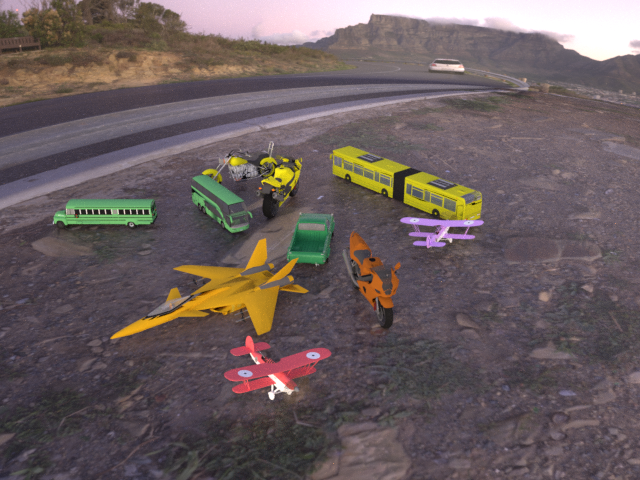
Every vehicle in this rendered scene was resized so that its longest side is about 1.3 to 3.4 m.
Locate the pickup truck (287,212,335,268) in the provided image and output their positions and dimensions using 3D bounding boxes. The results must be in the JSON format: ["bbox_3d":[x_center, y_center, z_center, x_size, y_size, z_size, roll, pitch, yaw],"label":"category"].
[{"bbox_3d":[-0.125,-0.070,10.910,0.640,0.511,1.603,2,26,5],"label":"pickup truck"}]

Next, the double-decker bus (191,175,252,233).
[{"bbox_3d":[-1.725,-0.622,12.030,0.389,0.541,1.672,-16,30,-29],"label":"double-decker bus"}]

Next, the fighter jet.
[{"bbox_3d":[-1.535,0.700,9.244,2.640,0.557,2.229,-19,31,-34],"label":"fighter jet"}]

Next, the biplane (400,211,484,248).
[{"bbox_3d":[1.836,-0.102,10.983,1.336,0.504,1.090,12,28,24],"label":"biplane"}]

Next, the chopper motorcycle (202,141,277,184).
[{"bbox_3d":[-1.550,-1.432,13.470,1.563,0.761,0.466,-13,28,-25],"label":"chopper motorcycle"}]

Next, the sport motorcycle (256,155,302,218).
[{"bbox_3d":[-0.685,-0.973,12.440,0.506,0.821,1.520,9,27,17],"label":"sport motorcycle"}]

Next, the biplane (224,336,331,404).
[{"bbox_3d":[-0.531,1.417,7.803,1.336,0.504,1.090,-18,31,-32],"label":"biplane"}]

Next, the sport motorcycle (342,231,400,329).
[{"bbox_3d":[0.676,0.517,9.320,0.506,0.821,1.520,-7,26,-14],"label":"sport motorcycle"}]

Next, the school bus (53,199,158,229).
[{"bbox_3d":[-3.637,-0.453,11.801,1.708,0.434,0.365,0,26,0],"label":"school bus"}]

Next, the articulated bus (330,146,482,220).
[{"bbox_3d":[1.482,-1.063,12.930,0.605,0.561,3.401,-20,32,-35],"label":"articulated bus"}]
